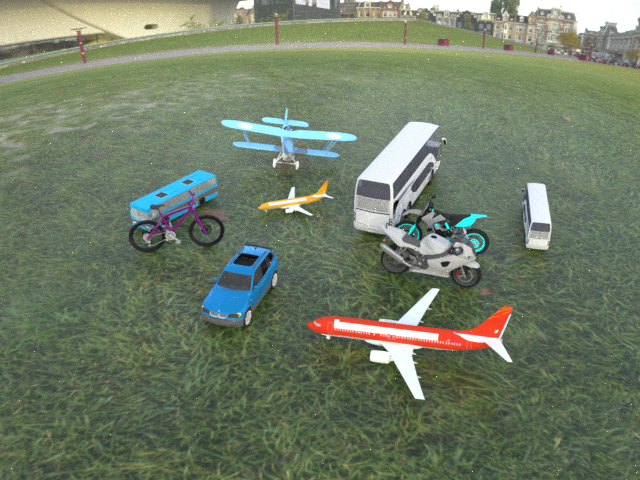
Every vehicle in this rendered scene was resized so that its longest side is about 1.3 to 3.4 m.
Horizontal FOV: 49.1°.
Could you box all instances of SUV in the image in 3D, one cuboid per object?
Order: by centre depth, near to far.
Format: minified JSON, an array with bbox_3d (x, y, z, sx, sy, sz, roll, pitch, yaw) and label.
[{"bbox_3d":[-1.081,0.596,9.665,0.656,0.580,1.572,9,31,16],"label":"SUV"}]

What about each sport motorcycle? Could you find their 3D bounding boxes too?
[{"bbox_3d":[1.586,0.215,10.095,1.520,0.821,0.506,11,31,19],"label":"sport motorcycle"}]

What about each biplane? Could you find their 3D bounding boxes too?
[{"bbox_3d":[-0.607,-2.027,13.896,2.598,0.981,2.120,-3,30,-4],"label":"biplane"}]

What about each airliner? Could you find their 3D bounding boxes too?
[{"bbox_3d":[1.070,1.021,8.655,2.541,0.835,2.257,6,30,11],"label":"airliner"},{"bbox_3d":[-0.453,-0.751,12.201,1.307,0.429,1.161,-9,31,-15],"label":"airliner"}]

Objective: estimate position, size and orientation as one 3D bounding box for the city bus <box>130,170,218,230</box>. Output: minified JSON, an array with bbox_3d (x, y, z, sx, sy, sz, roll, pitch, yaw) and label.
[{"bbox_3d":[-2.480,-0.678,12.041,0.476,0.460,1.674,19,35,30],"label":"city bus"}]

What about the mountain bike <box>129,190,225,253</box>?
[{"bbox_3d":[-2.225,-0.233,10.839,1.469,0.868,0.573,-6,30,-10],"label":"mountain bike"}]

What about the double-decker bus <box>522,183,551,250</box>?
[{"bbox_3d":[3.555,-0.430,11.520,0.389,0.541,1.672,6,30,10],"label":"double-decker bus"}]

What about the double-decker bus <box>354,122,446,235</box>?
[{"bbox_3d":[1.456,-1.189,12.342,0.756,1.052,3.251,12,32,20],"label":"double-decker bus"}]

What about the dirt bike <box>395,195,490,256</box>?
[{"bbox_3d":[1.870,-0.196,10.785,1.493,0.857,0.527,7,30,12],"label":"dirt bike"}]
